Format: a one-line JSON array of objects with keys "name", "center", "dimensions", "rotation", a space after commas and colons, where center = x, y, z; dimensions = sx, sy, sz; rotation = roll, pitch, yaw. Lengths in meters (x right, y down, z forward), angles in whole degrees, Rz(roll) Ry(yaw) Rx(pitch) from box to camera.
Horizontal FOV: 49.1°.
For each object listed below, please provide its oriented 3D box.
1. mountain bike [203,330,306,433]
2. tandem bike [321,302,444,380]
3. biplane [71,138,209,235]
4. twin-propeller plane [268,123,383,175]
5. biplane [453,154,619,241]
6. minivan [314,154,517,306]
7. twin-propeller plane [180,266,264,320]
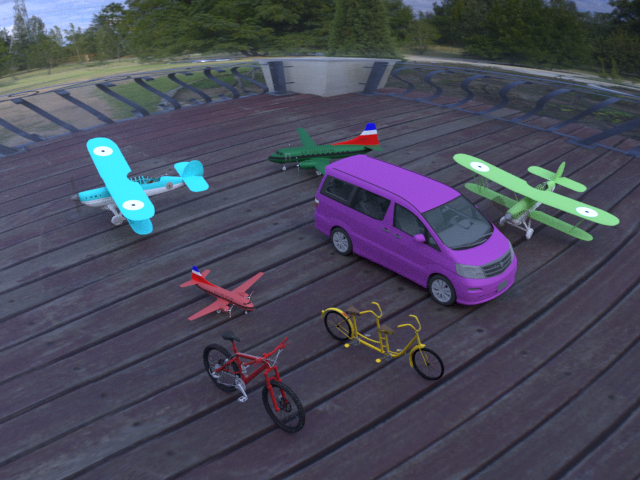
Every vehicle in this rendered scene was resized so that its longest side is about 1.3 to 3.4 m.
[{"name": "mountain bike", "center": [-0.703, 1.362, 7.067], "dimensions": [1.469, 0.868, 0.573], "rotation": [23, 35, 36]}, {"name": "tandem bike", "center": [0.676, 1.048, 7.860], "dimensions": [1.642, 0.682, 0.283], "rotation": [20, 34, 32]}, {"name": "biplane", "center": [-2.832, -0.812, 11.057], "dimensions": [2.120, 0.981, 2.598], "rotation": [-14, 31, -25]}, {"name": "twin-propeller plane", "center": [0.078, -1.725, 12.985], "dimensions": [2.129, 0.792, 2.663], "rotation": [-6, 28, -11]}, {"name": "biplane", "center": [3.344, -0.648, 10.747], "dimensions": [2.598, 0.981, 2.120], "rotation": [20, 34, 33]}, {"name": "minivan", "center": [1.278, -0.207, 9.682], "dimensions": [1.324, 1.197, 3.011], "rotation": [-24, 36, -37]}, {"name": "twin-propeller plane", "center": [-1.247, 0.643, 8.918], "dimensions": [1.095, 0.407, 1.370], "rotation": [19, 33, 31]}]
